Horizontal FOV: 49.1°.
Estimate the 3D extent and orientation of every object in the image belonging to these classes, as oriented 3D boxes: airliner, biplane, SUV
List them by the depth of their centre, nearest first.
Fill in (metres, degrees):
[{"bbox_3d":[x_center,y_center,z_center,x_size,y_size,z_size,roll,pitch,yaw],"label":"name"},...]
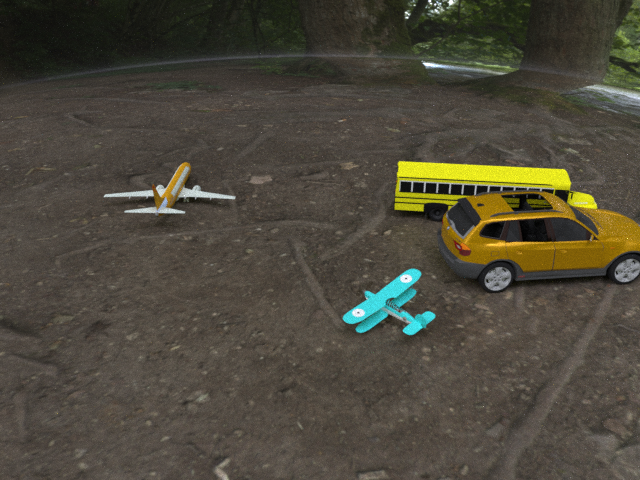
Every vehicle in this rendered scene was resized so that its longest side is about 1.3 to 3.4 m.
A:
[{"bbox_3d":[0.918,0.890,8.913,1.336,0.504,1.090,-23,36,-36],"label":"biplane"},{"bbox_3d":[3.246,-0.079,10.056,3.058,1.128,1.276,-3,28,-6],"label":"SUV"},{"bbox_3d":[-2.563,-1.039,12.148,2.257,0.835,2.541,1,28,2],"label":"airliner"}]

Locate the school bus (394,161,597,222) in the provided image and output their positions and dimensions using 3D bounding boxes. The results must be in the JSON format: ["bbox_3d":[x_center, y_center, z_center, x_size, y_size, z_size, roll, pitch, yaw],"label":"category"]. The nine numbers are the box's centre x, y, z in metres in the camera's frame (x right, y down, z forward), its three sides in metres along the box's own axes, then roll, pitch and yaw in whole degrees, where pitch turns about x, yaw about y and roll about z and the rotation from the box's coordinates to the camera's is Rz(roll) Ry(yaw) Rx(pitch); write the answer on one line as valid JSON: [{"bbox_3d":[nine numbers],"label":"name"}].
[{"bbox_3d":[2.911,-0.771,11.640,3.322,0.844,0.709,4,28,7],"label":"school bus"}]
